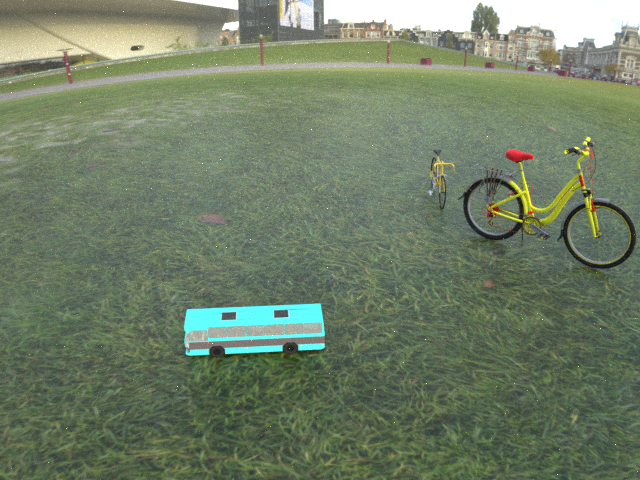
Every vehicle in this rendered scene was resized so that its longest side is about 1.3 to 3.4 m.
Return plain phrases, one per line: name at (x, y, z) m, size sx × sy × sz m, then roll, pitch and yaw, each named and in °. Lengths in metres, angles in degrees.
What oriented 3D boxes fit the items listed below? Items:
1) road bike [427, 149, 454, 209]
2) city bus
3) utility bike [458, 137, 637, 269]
road bike at (2.149, -1.165, 12.694) m, size 0.358 × 0.852 × 1.545 m, roll 0°, pitch 26°, yaw -1°
city bus at (-0.792, 1.110, 8.557) m, size 1.674 × 0.460 × 0.476 m, roll -2°, pitch 27°, yaw -4°
utility bike at (3.447, -0.694, 10.638) m, size 2.791 × 1.839 × 1.039 m, roll 18°, pitch 32°, yaw 32°
